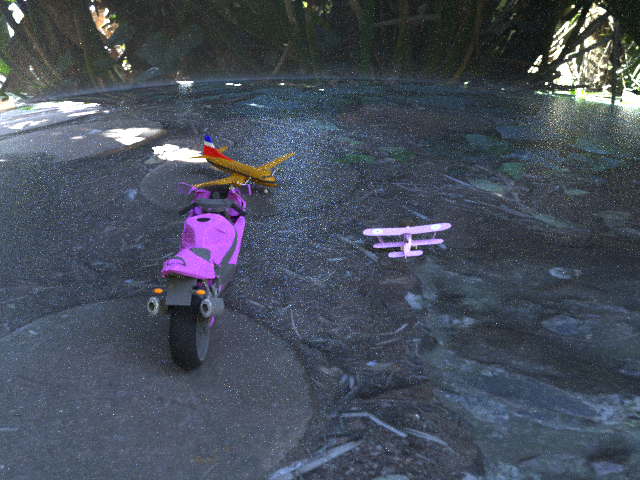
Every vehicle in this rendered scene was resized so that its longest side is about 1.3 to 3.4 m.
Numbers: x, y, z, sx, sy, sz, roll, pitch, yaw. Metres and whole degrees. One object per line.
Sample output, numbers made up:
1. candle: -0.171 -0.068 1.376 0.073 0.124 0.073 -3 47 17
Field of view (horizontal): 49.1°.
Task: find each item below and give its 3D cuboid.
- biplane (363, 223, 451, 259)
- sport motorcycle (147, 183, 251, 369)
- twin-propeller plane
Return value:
1. biplane: 1.303 0.030 10.683 1.336 0.504 1.090 4 26 8
2. sport motorcycle: -1.438 0.307 8.820 0.983 1.596 2.955 1 25 3
3. twin-propeller plane: -1.579 -1.463 13.503 2.129 0.792 2.663 22 33 38
